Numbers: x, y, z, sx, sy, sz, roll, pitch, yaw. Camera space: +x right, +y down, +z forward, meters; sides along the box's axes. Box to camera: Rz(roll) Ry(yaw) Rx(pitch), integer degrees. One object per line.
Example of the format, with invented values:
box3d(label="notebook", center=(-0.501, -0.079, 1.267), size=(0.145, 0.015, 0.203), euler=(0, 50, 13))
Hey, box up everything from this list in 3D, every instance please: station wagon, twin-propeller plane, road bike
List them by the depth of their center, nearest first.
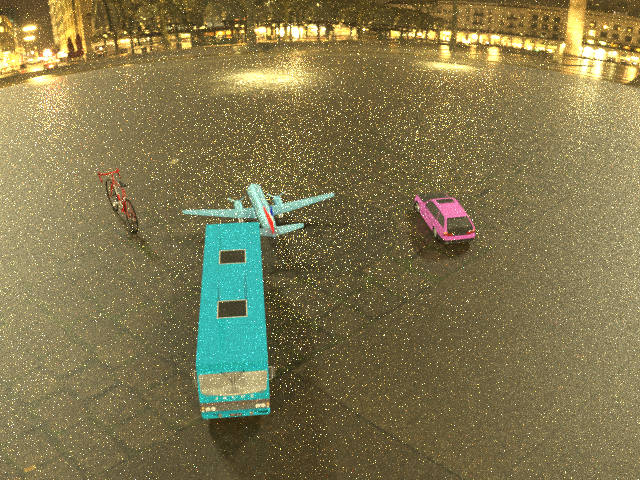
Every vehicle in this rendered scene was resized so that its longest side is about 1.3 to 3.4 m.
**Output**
box3d(label="twin-propeller plane", center=(-0.990, -0.602, 11.955), size=(2.663, 0.792, 2.129), euler=(-7, 31, -13))
box3d(label="station wagon", center=(2.127, -0.481, 12.064), size=(0.682, 0.473, 1.597), euler=(-6, 30, -10))
box3d(label="road bike", center=(-3.448, -0.713, 12.089), size=(0.358, 0.852, 1.545), euler=(-18, 35, -29))

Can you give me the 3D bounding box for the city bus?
box3d(label="city bus", center=(-1.124, 0.923, 9.191), size=(0.926, 0.894, 3.255), euler=(-3, 30, -5))
